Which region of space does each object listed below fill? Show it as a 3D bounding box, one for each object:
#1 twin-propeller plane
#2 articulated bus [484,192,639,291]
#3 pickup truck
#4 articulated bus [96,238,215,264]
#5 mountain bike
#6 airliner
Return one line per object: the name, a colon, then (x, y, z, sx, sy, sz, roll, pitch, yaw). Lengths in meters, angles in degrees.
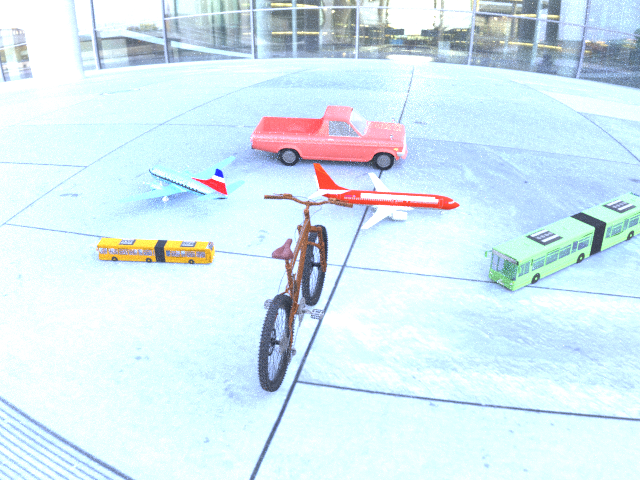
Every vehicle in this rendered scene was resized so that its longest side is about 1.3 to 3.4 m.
twin-propeller plane: (-2.361, -1.103, 12.358, 2.129, 0.792, 2.663, 22, 35, 35)
articulated bus: (3.885, -0.036, 10.602, 3.401, 0.561, 0.605, -18, 33, -31)
pickup truck: (0.205, -2.124, 14.057, 3.117, 0.993, 1.244, 3, 28, 6)
articulated bus: (-2.469, 0.161, 10.521, 1.749, 0.289, 0.311, 2, 28, 4)
mountain bike: (-0.264, 0.477, 8.443, 1.114, 1.688, 2.857, 6, 29, 12)
airliner: (1.104, -0.859, 11.854, 2.541, 0.835, 2.257, 3, 28, 6)
